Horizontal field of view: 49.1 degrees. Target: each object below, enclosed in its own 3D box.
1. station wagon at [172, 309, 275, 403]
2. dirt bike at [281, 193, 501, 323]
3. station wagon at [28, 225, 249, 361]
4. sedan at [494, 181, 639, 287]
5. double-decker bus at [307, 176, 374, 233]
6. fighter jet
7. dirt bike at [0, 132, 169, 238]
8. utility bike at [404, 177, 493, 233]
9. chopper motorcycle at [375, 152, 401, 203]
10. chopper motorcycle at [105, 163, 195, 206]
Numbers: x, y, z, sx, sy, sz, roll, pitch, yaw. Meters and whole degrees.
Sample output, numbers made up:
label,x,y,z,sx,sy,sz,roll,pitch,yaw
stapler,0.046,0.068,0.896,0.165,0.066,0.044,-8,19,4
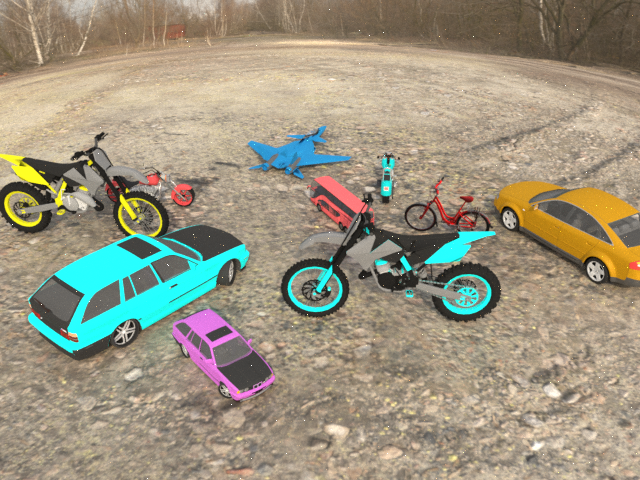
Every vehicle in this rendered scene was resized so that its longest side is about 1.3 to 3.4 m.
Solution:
label,x,y,z,sx,sy,sz,roll,pitch,yaw
station wagon,-1.200,1.344,8.568,0.682,0.473,1.597,-22,37,-33
dirt bike,0.930,0.355,9.075,2.903,1.666,1.024,1,30,2
station wagon,-2.376,0.460,9.633,1.327,0.920,3.105,23,38,34
sedan,4.058,-0.307,10.924,1.235,0.940,3.137,-16,34,-26
double-decker bus,0.338,-0.581,11.784,0.389,0.541,1.672,-15,34,-24
fighter jet,-0.360,-2.033,14.246,2.229,0.557,2.640,12,32,19
dirt bike,-3.790,-0.764,10.985,2.903,1.666,1.024,5,31,9
utility bike,2.052,-0.449,11.160,1.435,0.946,0.535,9,32,15
chopper motorcycle,1.234,-1.255,12.718,0.466,0.761,1.563,3,31,6
chopper motorcycle,-2.982,-0.955,12.205,1.563,0.761,0.466,1,30,2
